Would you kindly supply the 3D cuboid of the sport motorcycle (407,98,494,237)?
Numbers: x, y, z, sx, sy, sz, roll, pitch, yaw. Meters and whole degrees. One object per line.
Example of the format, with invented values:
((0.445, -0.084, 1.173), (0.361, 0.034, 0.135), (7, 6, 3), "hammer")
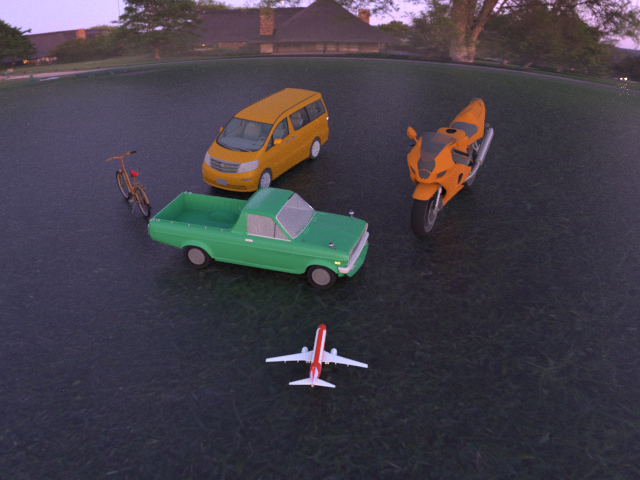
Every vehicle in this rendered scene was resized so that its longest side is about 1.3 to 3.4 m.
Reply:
((2.114, -1.241, 11.452), (0.983, 1.596, 2.955), (14, 31, 24), "sport motorcycle")

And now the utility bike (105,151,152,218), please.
((-3.158, -0.929, 11.557), (0.535, 0.946, 1.435), (-18, 33, -30), "utility bike")

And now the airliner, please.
((-0.026, 1.249, 8.057), (1.161, 0.429, 1.307), (3, 28, 5), "airliner")

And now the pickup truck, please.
((-0.875, -0.180, 10.117), (3.117, 0.993, 1.244), (9, 29, 15), "pickup truck")

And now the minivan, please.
((-0.975, -1.903, 13.103), (1.324, 1.197, 3.011), (15, 32, 25), "minivan")
